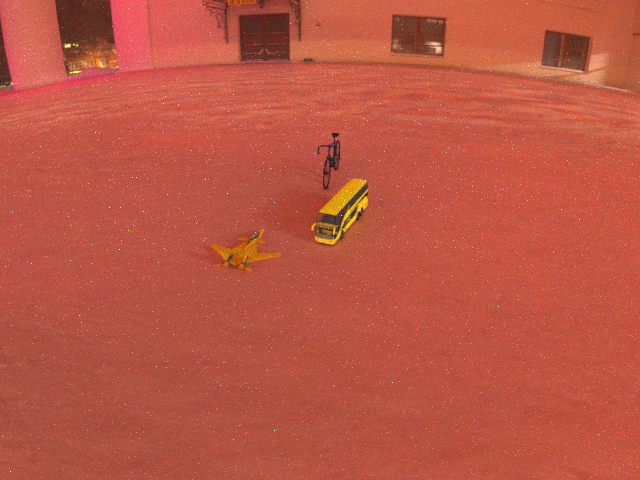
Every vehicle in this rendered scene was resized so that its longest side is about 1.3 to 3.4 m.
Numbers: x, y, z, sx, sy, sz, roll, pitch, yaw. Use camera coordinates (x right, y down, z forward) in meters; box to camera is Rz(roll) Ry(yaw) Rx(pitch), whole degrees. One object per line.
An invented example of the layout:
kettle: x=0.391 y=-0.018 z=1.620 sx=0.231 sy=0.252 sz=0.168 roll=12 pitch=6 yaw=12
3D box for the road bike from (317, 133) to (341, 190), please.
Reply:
road bike: x=0.229 y=-1.559 z=13.289 sx=0.358 sy=0.852 sz=1.545 roll=6 pitch=28 yaw=11

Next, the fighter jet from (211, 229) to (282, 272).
fighter jet: x=-1.107 y=0.039 z=10.854 sx=1.147 sy=0.286 sz=1.358 roll=8 pitch=29 yaw=14

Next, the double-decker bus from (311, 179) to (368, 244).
double-decker bus: x=0.369 y=-0.473 z=11.556 sx=0.389 sy=0.541 sz=1.672 roll=11 pitch=30 yaw=20
